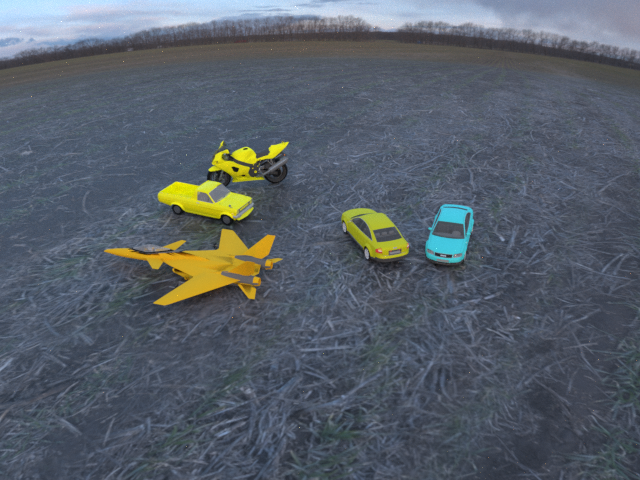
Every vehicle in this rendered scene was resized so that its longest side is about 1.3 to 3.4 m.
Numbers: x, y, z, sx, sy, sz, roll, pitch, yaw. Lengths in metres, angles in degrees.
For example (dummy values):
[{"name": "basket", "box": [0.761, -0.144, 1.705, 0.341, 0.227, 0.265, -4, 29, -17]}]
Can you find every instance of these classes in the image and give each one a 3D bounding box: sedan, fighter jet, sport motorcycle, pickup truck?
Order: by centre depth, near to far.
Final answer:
[{"name": "fighter jet", "box": [-1.969, 0.189, 10.055, 2.640, 0.557, 2.229, 8, 29, 15]}, {"name": "sedan", "box": [2.009, -0.146, 10.762, 0.635, 0.483, 1.613, 8, 29, 15]}, {"name": "sedan", "box": [0.821, -0.163, 10.795, 0.635, 0.483, 1.613, -10, 30, -18]}, {"name": "pickup truck", "box": [-1.926, -0.700, 11.773, 1.603, 0.511, 0.640, 12, 30, 21]}, {"name": "sport motorcycle", "box": [-1.303, -1.368, 12.696, 1.520, 0.821, 0.506, -7, 29, -13]}]
